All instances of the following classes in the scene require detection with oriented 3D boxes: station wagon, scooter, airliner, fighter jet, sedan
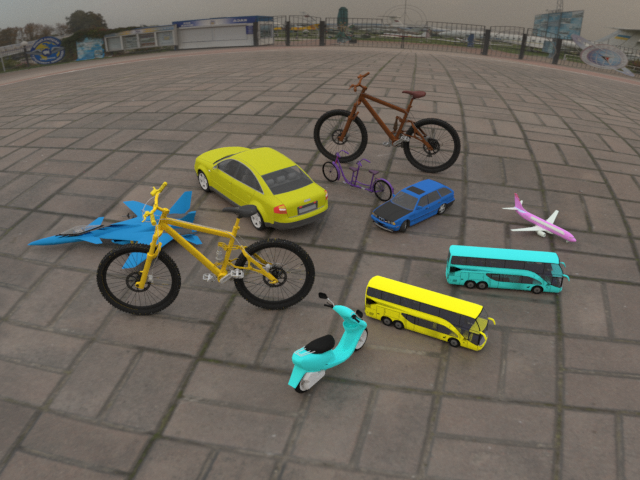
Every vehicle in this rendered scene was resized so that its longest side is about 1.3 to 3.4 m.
[{"bbox_3d":[1.573,-0.618,11.788,1.597,0.473,0.682,-24,38,-35],"label":"station wagon"},{"bbox_3d":[0.134,1.173,8.222,0.662,0.919,1.399,23,37,34],"label":"scooter"},{"bbox_3d":[3.625,-0.348,11.363,1.161,0.429,1.307,-20,35,-31],"label":"airliner"},{"bbox_3d":[-3.247,-0.226,11.022,2.640,0.557,2.229,-7,31,-12],"label":"fighter jet"},{"bbox_3d":[-1.109,-1.096,12.153,1.235,0.940,3.137,-21,36,-31],"label":"sedan"}]

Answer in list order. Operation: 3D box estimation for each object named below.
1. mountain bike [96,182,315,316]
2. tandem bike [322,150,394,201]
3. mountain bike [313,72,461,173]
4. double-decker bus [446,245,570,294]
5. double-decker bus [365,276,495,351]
[{"bbox_3d":[-1.490,0.230,9.093,2.857,1.688,1.114,-2,30,-3],"label":"mountain bike"},{"bbox_3d":[0.660,-1.180,12.559,1.642,0.682,0.283,24,37,35],"label":"tandem bike"},{"bbox_3d":[1.251,-2.157,13.250,2.857,1.688,1.114,8,31,14],"label":"mountain bike"},{"bbox_3d":[2.641,0.417,9.918,1.672,0.541,0.389,4,30,7],"label":"double-decker bus"},{"bbox_3d":[1.382,0.942,9.004,1.672,0.541,0.389,15,33,25],"label":"double-decker bus"}]
